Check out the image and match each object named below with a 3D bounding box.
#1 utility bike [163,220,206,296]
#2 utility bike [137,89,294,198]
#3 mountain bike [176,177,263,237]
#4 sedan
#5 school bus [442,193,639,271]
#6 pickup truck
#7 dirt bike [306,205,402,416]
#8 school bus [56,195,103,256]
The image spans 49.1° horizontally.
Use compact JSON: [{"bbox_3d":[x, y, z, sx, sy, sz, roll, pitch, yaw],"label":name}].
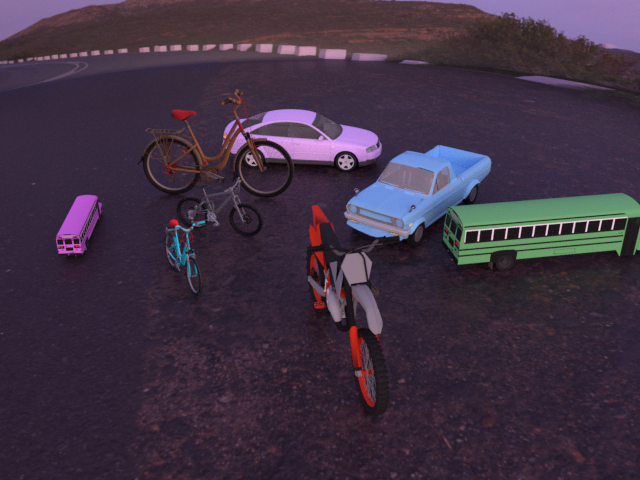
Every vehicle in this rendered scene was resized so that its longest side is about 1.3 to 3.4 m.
[{"bbox_3d":[-1.878,0.115,9.690,0.535,0.946,1.435,-15,31,-27],"label":"utility bike"},{"bbox_3d":[-1.824,-1.664,12.116,2.791,1.839,1.039,3,28,5],"label":"utility bike"},{"bbox_3d":[-1.590,-0.507,10.957,1.469,0.868,0.573,8,29,15],"label":"mountain bike"},{"bbox_3d":[-0.350,-2.026,13.773,3.137,0.940,1.235,3,28,6],"label":"sedan"},{"bbox_3d":[3.502,-0.153,10.309,3.322,0.844,0.709,-5,28,-9],"label":"school bus"},{"bbox_3d":[1.707,-0.924,11.617,1.244,0.993,3.117,19,33,32],"label":"pickup truck"},{"bbox_3d":[0.272,0.600,7.991,1.024,1.666,2.903,-7,29,-13],"label":"dirt bike"},{"bbox_3d":[-3.746,-0.278,10.987,0.365,0.434,1.708,-2,28,-5],"label":"school bus"}]
